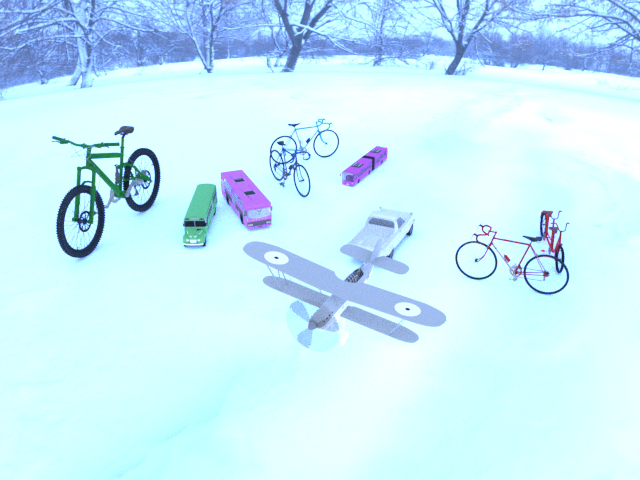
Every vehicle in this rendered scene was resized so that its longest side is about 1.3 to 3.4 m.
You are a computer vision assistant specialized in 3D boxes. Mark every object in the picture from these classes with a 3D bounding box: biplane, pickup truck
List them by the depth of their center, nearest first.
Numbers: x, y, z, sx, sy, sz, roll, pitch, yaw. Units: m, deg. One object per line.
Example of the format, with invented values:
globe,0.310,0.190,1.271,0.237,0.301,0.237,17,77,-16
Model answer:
biplane,0.384,0.617,8.658,2.598,0.981,2.120,12,29,24
pickup truck,0.950,-0.134,10.729,0.640,0.511,1.603,11,28,22

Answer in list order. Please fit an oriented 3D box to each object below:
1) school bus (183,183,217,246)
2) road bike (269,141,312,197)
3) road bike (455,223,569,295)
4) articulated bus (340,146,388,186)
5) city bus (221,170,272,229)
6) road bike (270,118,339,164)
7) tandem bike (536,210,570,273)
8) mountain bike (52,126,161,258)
school bus,-1.945,-0.415,11.391,0.365,0.434,1.708,0,26,-1
road bike,-0.571,-1.352,12.833,0.358,0.852,1.545,-15,30,-28
road bike,2.607,0.262,9.530,1.545,0.852,0.358,12,28,23
articulated bus,0.893,-1.467,13.709,0.311,0.289,1.749,12,29,24
city bus,-1.280,-0.697,11.938,0.476,0.460,1.674,-10,28,-20
road bike,-0.300,-2.011,14.181,1.545,0.852,0.358,-12,28,-23
tandem bike,3.488,-0.115,10.495,0.283,0.682,1.642,2,26,5
mountain bike,-3.276,-0.918,10.993,1.114,1.688,2.857,8,27,15
